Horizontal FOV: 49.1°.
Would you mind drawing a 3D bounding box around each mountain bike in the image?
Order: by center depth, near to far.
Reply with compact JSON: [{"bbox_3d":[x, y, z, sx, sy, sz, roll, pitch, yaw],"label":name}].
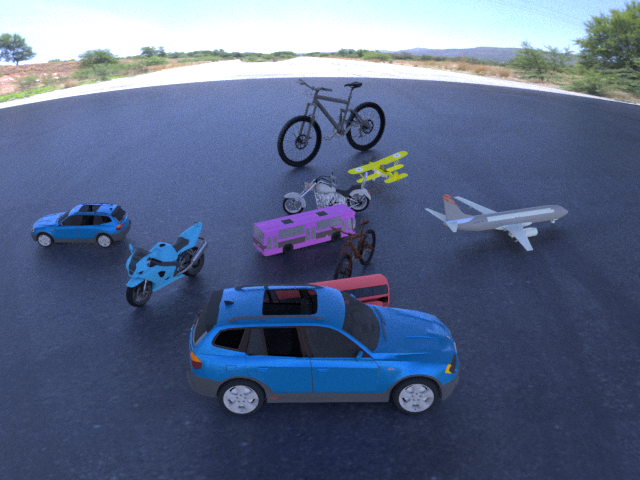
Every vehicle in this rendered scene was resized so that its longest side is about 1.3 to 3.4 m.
[{"bbox_3d":[0.524,0.153,10.225,0.573,0.868,1.469,12,29,23],"label":"mountain bike"},{"bbox_3d":[0.293,-2.537,14.793,2.857,1.688,1.114,-18,31,-32],"label":"mountain bike"}]

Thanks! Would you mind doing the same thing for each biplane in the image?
[{"bbox_3d":[1.222,-1.330,13.672,1.336,0.504,1.090,-14,29,-26],"label":"biplane"}]

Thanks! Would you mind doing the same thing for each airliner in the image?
[{"bbox_3d":[3.098,-0.518,11.636,2.541,0.835,2.257,-9,27,-18],"label":"airliner"}]

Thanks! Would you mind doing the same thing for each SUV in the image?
[{"bbox_3d":[0.032,1.152,7.888,3.058,1.128,1.276,0,26,-1],"label":"SUV"},{"bbox_3d":[-3.899,-0.269,11.416,1.572,0.580,0.656,1,26,1],"label":"SUV"}]

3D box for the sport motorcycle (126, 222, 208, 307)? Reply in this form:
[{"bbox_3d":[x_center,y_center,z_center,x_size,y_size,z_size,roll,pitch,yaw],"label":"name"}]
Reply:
[{"bbox_3d":[-2.176,0.333,9.911,0.506,0.821,1.520,16,30,30],"label":"sport motorcycle"}]

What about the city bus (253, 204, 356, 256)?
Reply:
[{"bbox_3d":[-0.237,-0.154,11.319,1.674,0.460,0.476,-14,29,-26],"label":"city bus"}]

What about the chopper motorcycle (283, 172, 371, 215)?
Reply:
[{"bbox_3d":[0.119,-0.820,12.338,1.563,0.761,0.466,-1,26,-3],"label":"chopper motorcycle"}]

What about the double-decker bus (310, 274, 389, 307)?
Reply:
[{"bbox_3d":[0.087,0.834,9.206,1.672,0.541,0.389,-7,27,-14],"label":"double-decker bus"}]
